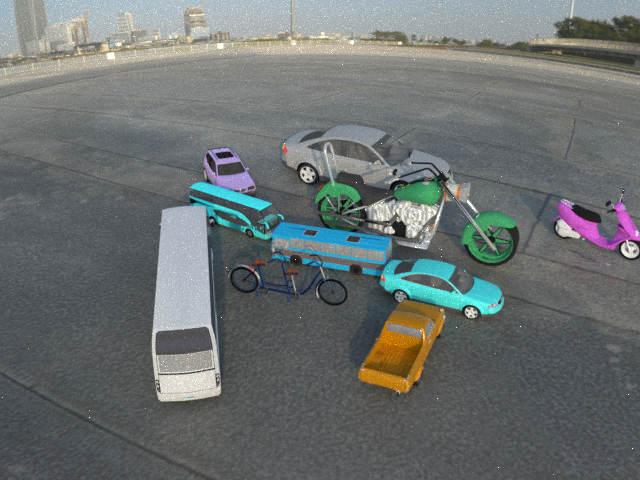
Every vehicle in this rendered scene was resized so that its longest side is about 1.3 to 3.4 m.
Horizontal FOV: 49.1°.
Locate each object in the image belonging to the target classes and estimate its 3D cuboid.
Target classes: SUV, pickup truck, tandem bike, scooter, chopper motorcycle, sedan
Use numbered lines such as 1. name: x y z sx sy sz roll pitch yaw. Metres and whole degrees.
1. SUV: -1.612 -1.170 12.277 0.656 0.580 1.572 -11 30 -19
2. pickup truck: 0.969 1.146 8.005 0.640 0.511 1.603 11 30 20
3. tandem bike: -0.438 0.476 9.081 1.642 0.682 0.283 7 29 13
4. scooter: 4.088 -0.288 10.262 1.399 0.919 0.662 22 35 35
5. chopper motorcycle: 1.362 -0.529 10.118 3.040 1.480 0.906 10 30 19
6. sedan: 1.581 0.575 9.106 1.613 0.483 0.635 12 30 21
7. sedan: 0.820 -1.458 12.436 3.137 0.940 1.235 13 31 23

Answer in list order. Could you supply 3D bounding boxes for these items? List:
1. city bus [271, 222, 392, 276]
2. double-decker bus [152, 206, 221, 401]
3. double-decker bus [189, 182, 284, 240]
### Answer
1. city bus: 0.160 0.142 9.943 1.674 0.460 0.476 9 29 16
2. double-decker bus: -1.612 0.582 8.488 0.756 1.052 3.251 -4 28 -8
3. double-decker bus: -1.344 -0.458 10.983 1.672 0.541 0.389 18 33 30
